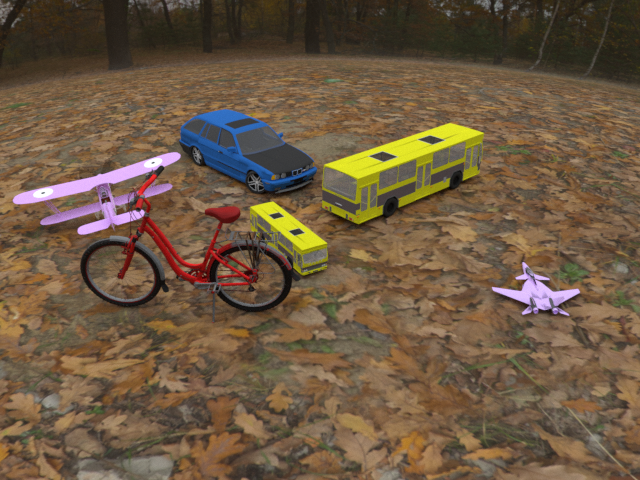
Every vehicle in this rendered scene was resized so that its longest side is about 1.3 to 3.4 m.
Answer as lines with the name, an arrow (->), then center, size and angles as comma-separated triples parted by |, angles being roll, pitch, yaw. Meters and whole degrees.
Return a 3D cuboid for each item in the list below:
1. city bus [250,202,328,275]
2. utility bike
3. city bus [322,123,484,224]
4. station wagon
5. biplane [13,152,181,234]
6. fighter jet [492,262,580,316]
city bus -> -0.489, -0.032, 10.350 | 0.476, 0.460, 1.674 | -15, 31, -27
utility bike -> -1.640, 0.147, 8.507 | 2.791, 1.839, 1.039 | 2, 27, 3
city bus -> 1.501, -1.167, 12.065 | 3.255, 0.894, 0.926 | -23, 35, -37
station wagon -> -1.399, -1.750, 13.159 | 1.327, 0.920, 3.105 | -22, 35, -36
biplane -> -3.366, -0.600, 10.878 | 2.598, 0.981, 2.120 | -10, 29, -18
fighter jet -> 2.885, 0.554, 9.408 | 1.147, 0.286, 1.358 | 1, 27, 2
